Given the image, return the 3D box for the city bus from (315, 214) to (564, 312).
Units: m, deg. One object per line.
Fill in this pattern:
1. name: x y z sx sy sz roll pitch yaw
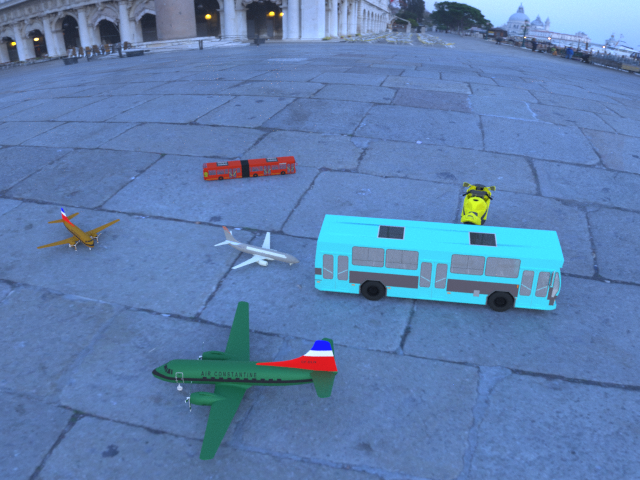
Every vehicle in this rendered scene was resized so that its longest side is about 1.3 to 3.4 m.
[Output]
1. city bus: 1.592 0.328 9.688 3.255 0.894 0.926 4 30 8

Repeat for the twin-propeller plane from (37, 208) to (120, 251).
1. twin-propeller plane: -3.829 -0.167 11.023 1.370 0.407 1.095 -24 38 -35

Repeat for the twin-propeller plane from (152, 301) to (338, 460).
1. twin-propeller plane: -0.865 1.422 7.910 2.129 0.792 2.663 1 30 2

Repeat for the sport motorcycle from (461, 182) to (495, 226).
1. sport motorcycle: 2.389 -0.336 10.902 0.506 0.821 1.520 9 31 16

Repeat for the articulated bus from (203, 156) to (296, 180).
1. articulated bus: -1.314 -1.349 13.172 1.749 0.289 0.311 -6 31 -10

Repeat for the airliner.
1. airliner: -0.905 0.093 10.554 1.307 0.429 1.161 12 32 20
